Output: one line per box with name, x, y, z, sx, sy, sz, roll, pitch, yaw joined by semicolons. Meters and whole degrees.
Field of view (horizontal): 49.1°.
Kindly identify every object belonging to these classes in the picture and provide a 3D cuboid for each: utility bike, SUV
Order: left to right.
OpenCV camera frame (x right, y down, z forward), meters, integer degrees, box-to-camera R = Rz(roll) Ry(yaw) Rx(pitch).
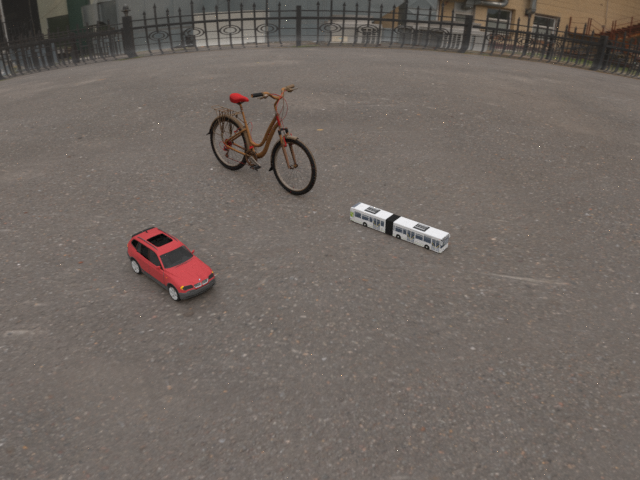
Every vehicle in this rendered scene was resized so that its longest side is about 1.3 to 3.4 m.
SUV;-2.180;0.305;10.125;0.656;0.580;1.572;-27;40;-37
utility bike;-1.061;-1.961;12.698;2.791;1.839;1.039;23;38;34

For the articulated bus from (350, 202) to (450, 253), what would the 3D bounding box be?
articulated bus;1.262;-0.213;11.279;1.749;0.289;0.311;22;37;32
